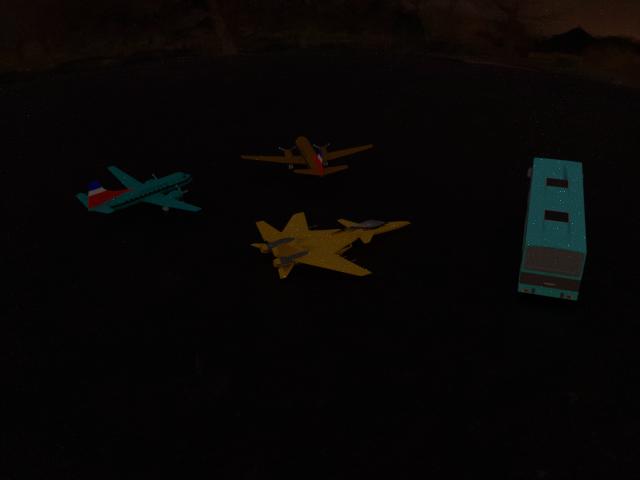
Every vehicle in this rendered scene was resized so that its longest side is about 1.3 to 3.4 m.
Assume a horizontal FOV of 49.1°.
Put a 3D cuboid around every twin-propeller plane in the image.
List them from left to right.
[{"bbox_3d":[-3.089,-0.916,12.182,2.663,0.792,2.129,24,37,37],"label":"twin-propeller plane"},{"bbox_3d":[-0.191,-1.715,13.633,2.663,0.792,2.129,-6,29,-11],"label":"twin-propeller plane"}]

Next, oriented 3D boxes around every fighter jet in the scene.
[{"bbox_3d":[0.335,-0.142,11.019,2.640,0.557,2.229,-14,32,-24],"label":"fighter jet"}]

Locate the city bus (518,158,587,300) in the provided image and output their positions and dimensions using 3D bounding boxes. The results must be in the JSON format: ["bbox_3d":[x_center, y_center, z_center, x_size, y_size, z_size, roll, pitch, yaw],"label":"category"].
[{"bbox_3d":[3.603,-0.242,10.851,0.926,0.894,3.255,8,30,15],"label":"city bus"}]
